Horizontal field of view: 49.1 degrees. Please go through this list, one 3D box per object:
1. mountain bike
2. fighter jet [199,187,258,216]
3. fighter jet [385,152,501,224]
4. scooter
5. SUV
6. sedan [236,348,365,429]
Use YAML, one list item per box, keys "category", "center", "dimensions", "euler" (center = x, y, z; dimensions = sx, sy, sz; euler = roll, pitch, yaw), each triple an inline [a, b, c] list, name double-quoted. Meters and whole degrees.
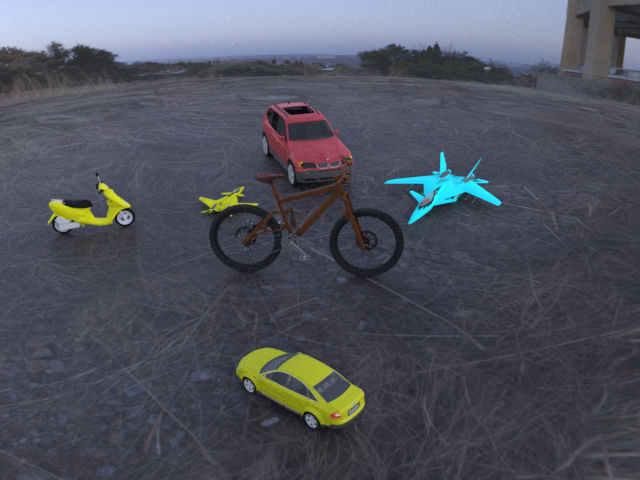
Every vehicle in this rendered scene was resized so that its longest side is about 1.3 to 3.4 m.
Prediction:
- category: "mountain bike"
  center: [-0.208, -0.257, 10.087]
  dimensions: [2.857, 1.688, 1.114]
  euler: [2, 26, 4]
- category: "fighter jet"
  center: [-1.645, -0.817, 12.841]
  dimensions: [1.147, 0.286, 1.358]
  euler: [7, 27, 14]
- category: "fighter jet"
  center: [2.143, -0.925, 12.755]
  dimensions: [2.229, 0.557, 2.640]
  euler: [14, 29, 26]
- category: "scooter"
  center: [-3.823, -0.586, 11.643]
  dimensions: [1.399, 0.919, 0.662]
  euler: [-7, 27, -15]
- category: "SUV"
  center: [-0.330, -2.060, 14.435]
  dimensions: [1.276, 1.128, 3.058]
  euler: [-9, 27, -18]
- category: "sedan"
  center: [-0.251, 1.551, 7.747]
  dimensions: [1.613, 0.483, 0.635]
  euler: [20, 32, 35]
